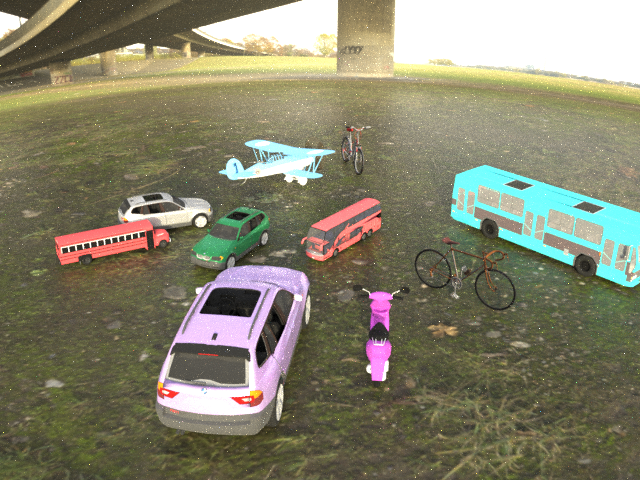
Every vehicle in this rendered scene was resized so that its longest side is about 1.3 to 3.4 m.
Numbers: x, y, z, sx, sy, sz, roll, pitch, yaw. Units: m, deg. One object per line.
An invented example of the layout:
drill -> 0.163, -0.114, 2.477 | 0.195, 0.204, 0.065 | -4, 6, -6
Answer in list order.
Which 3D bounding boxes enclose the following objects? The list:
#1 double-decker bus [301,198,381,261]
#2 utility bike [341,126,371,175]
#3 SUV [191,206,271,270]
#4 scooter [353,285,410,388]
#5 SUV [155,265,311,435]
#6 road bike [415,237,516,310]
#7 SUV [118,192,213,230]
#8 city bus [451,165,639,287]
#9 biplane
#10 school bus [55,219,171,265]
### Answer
double-decker bus -> 0.384, -0.169, 11.115 | 0.389, 0.541, 1.672 | 19, 31, 34
utility bike -> 0.715, -1.949, 14.427 | 0.535, 0.946, 1.435 | -7, 26, -14
SUV -> -1.359, -0.057, 10.830 | 0.656, 0.580, 1.572 | 12, 28, 24
scooter -> 0.694, 1.017, 8.148 | 0.662, 0.919, 1.399 | 2, 25, 5
SUV -> -0.883, 0.983, 7.973 | 1.276, 1.128, 3.058 | 3, 25, 7
road bike -> 1.954, 0.417, 9.504 | 1.545, 0.852, 0.358 | 19, 31, 35
SUV -> -2.592, -0.487, 11.745 | 1.572, 0.580, 0.656 | -11, 27, -22
city bus -> 3.575, -0.270, 10.915 | 0.926, 0.894, 3.255 | -20, 32, -36
biplane -> -0.875, -1.430, 13.282 | 2.120, 0.981, 2.598 | -19, 31, -34
school bus -> -3.179, 0.018, 10.842 | 1.708, 0.434, 0.365 | -13, 28, -26
